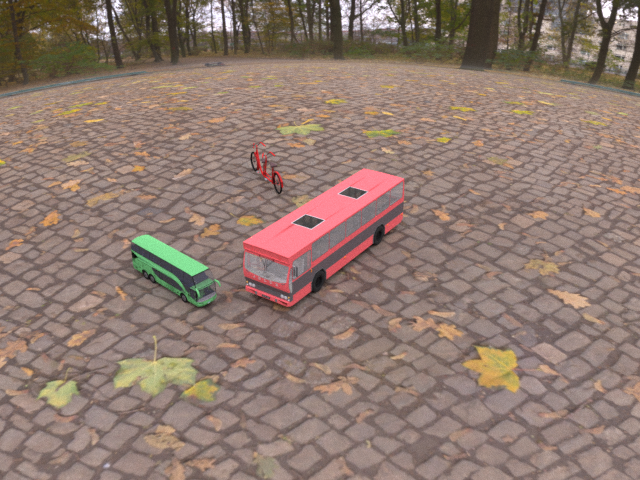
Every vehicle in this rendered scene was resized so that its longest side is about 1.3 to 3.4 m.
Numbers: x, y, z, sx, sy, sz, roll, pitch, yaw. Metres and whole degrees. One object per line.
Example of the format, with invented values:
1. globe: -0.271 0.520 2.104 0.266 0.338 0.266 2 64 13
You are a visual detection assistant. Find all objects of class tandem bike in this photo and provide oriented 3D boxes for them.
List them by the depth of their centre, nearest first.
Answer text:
1. tandem bike: -1.043 -1.427 13.442 0.283 0.682 1.642 -13 31 -22

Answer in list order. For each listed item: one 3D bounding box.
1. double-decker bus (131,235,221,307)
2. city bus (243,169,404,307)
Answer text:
1. double-decker bus: -2.117 0.442 10.102 1.672 0.541 0.389 24 36 37
2. city bus: 0.167 -0.105 10.750 0.926 0.894 3.255 18 33 30
